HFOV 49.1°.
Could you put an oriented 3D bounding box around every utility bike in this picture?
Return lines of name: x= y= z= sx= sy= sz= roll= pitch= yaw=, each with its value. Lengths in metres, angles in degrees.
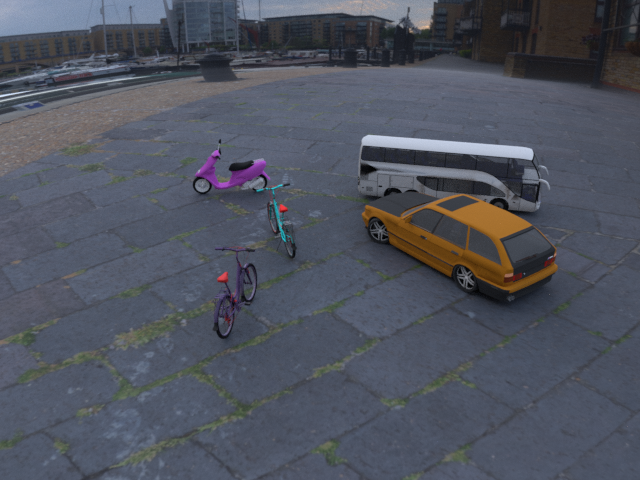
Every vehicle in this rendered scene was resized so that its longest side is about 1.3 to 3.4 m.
utility bike: x=-0.648 y=-0.331 z=10.655 sx=0.535 sy=0.946 sz=1.435 roll=-9 pitch=28 yaw=-17
utility bike: x=-1.118 y=0.584 z=8.855 sx=0.535 sy=0.946 sz=1.435 roll=7 pitch=28 yaw=14

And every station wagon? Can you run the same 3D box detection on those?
station wagon: x=1.944 y=-0.160 z=10.346 sx=1.327 sy=0.920 sz=3.105 roll=-19 pitch=32 yaw=-32

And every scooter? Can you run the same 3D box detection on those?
scooter: x=-1.601 y=-1.282 z=12.558 sx=1.399 sy=0.919 sz=0.662 roll=-3 pitch=27 yaw=-6

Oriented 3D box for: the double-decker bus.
double-decker bus: x=2.285 y=-1.148 z=12.147 sx=3.251 sy=1.052 sz=0.756 roll=7 pitch=28 yaw=13
